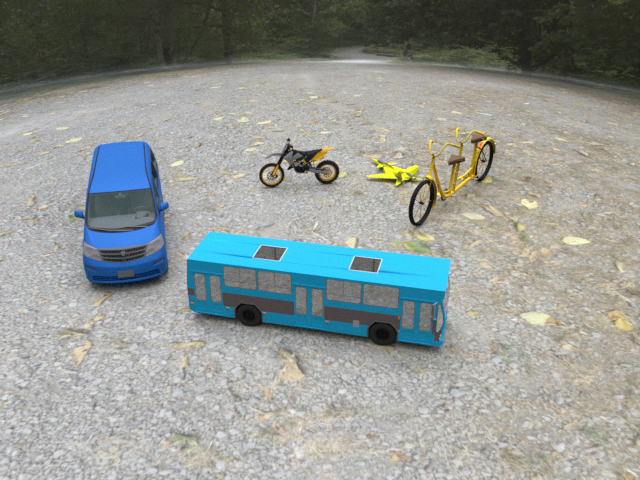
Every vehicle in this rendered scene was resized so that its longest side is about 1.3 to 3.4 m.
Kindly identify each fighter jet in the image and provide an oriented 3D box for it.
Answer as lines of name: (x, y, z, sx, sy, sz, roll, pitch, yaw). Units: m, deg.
fighter jet: (1.347, -1.427, 13.462, 1.147, 0.286, 1.358, -14, 31, -25)

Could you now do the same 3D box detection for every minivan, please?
minivan: (-2.983, -0.493, 10.702, 1.324, 1.197, 3.011, -6, 28, -11)

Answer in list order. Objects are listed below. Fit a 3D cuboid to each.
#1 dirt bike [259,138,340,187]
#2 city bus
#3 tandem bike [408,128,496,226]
dirt bike: (-0.375, -1.387, 12.772, 1.493, 0.857, 0.527, -4, 28, -8)
city bus: (-0.020, 0.627, 8.894, 3.255, 0.894, 0.926, 7, 28, 12)
tandem bike: (2.367, -1.285, 12.073, 0.550, 1.326, 3.192, 19, 33, 32)
